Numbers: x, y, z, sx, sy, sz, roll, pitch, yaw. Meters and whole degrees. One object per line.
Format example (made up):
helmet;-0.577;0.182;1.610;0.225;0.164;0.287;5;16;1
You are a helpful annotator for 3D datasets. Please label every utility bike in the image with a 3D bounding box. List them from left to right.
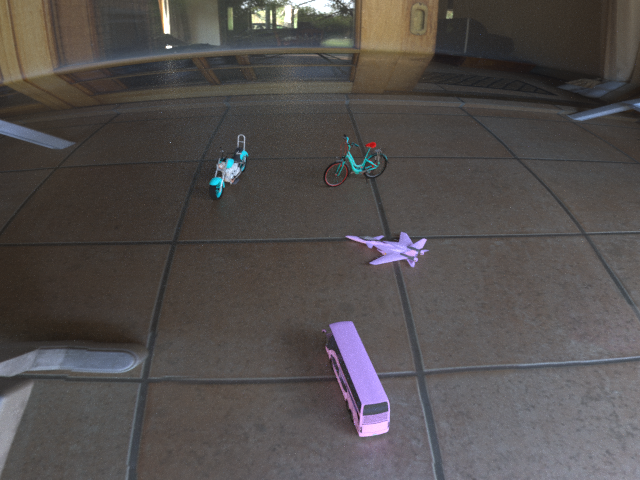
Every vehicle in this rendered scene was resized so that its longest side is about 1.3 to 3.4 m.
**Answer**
utility bike;0.724;-1.477;13.094;1.435;0.946;0.535;-14;33;-24

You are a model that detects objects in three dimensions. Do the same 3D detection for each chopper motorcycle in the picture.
chopper motorcycle;-1.713;-1.372;13.096;0.466;0.761;1.563;8;31;14

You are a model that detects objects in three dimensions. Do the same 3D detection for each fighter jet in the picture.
fighter jet;0.996;0.034;11.118;1.358;0.286;1.147;17;34;27

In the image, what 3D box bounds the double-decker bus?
double-decker bus;0.405;1.554;8.207;0.389;0.541;1.672;-7;30;-11
